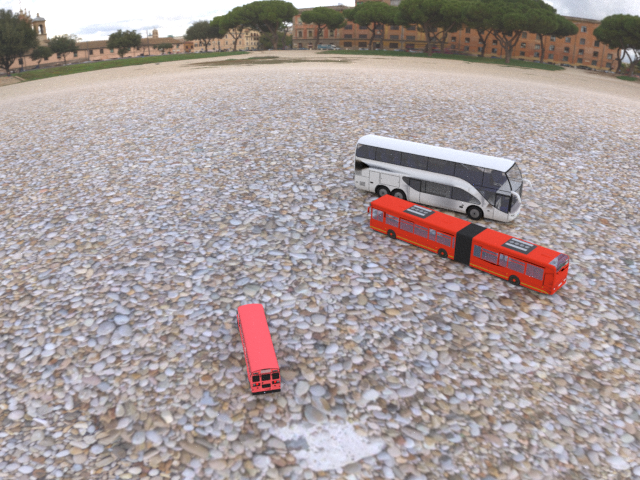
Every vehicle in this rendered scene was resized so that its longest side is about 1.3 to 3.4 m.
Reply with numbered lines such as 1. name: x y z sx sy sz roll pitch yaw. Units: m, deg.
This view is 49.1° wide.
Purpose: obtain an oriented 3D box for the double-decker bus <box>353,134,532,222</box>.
1. double-decker bus: 2.167 -1.140 12.835 3.251 1.052 0.756 15 31 26

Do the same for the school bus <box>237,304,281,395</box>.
1. school bus: -0.803 1.291 8.845 0.365 0.434 1.708 -6 28 -11

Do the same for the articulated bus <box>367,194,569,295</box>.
1. articulated bus: 2.238 0.009 11.164 3.401 0.561 0.605 22 35 36
